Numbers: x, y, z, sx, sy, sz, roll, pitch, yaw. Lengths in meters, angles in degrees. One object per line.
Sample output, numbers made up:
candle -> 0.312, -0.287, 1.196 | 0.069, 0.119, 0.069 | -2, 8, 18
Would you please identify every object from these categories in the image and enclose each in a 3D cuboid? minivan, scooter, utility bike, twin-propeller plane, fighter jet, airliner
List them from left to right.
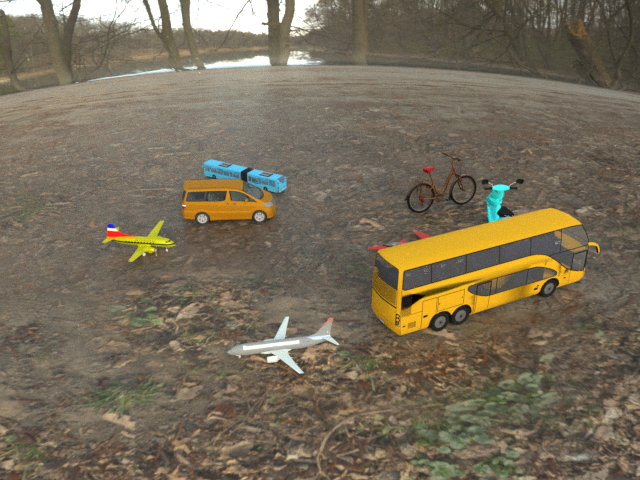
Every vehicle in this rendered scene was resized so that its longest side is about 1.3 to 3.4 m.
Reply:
twin-propeller plane -> -2.728, -0.033, 10.661 | 1.095, 0.407, 1.370 | 4, 28, 7
minivan -> -1.518, -0.672, 11.669 | 1.548, 0.616, 0.681 | -2, 27, -4
airliner -> -0.458, 1.166, 8.318 | 1.307, 0.429, 1.161 | -5, 28, -9
fighter jet -> 1.408, 0.066, 10.601 | 1.358, 0.286, 1.147 | 1, 27, 2
utility bike -> 2.047, -0.989, 11.923 | 1.435, 0.946, 0.535 | -11, 29, -20
scooter -> 2.844, -0.460, 10.931 | 0.662, 0.919, 1.399 | -1, 27, -2

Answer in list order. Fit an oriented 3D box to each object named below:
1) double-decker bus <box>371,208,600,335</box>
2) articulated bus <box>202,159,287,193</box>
double-decker bus -> 2.204, 0.355, 9.209 | 3.251, 1.052, 0.756 | -13, 30, -24
articulated bus -> -1.421, -1.195, 13.039 | 1.749, 0.289, 0.311 | 15, 31, 26
